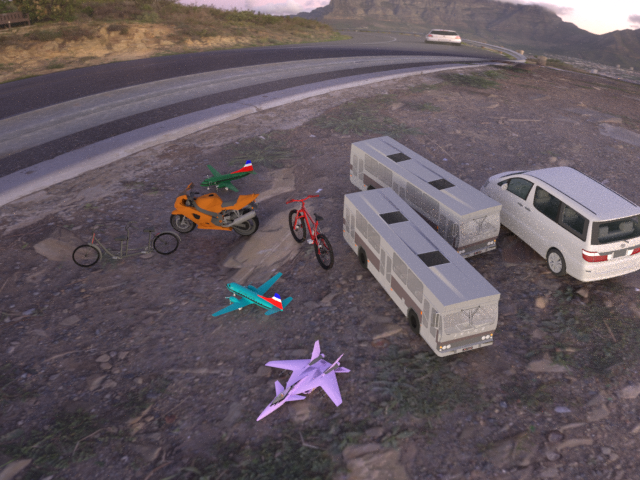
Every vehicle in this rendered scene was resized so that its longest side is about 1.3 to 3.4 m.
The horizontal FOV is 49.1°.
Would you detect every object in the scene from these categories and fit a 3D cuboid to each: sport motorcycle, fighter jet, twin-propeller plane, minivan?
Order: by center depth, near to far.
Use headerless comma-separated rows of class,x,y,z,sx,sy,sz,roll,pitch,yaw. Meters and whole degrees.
fighter jet,-0.280,1.692,8.281,1.147,0.286,1.358,22,37,33
twin-propeller plane,-0.928,0.755,9.777,1.095,0.407,1.370,22,37,33
minivan,3.746,-0.491,11.138,1.324,1.197,3.011,-11,32,-18
sport motorcycle,-1.725,-0.456,11.453,1.520,0.821,0.506,2,30,4
twin-propeller plane,-1.751,-1.220,13.183,1.095,0.407,1.370,-17,34,-26

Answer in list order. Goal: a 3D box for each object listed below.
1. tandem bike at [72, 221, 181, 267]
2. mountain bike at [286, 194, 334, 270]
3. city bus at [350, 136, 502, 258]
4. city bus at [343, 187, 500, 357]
tandem bike,-2.971,0.028,10.757,1.642,0.682,0.283,-9,31,-16
mountain bike,-0.151,-0.155,10.887,0.573,0.868,1.469,-15,33,-24
city bus,1.670,-0.774,11.929,0.926,0.894,3.255,-15,33,-24
city bus,1.297,0.352,9.987,0.926,0.894,3.255,-10,32,-17
